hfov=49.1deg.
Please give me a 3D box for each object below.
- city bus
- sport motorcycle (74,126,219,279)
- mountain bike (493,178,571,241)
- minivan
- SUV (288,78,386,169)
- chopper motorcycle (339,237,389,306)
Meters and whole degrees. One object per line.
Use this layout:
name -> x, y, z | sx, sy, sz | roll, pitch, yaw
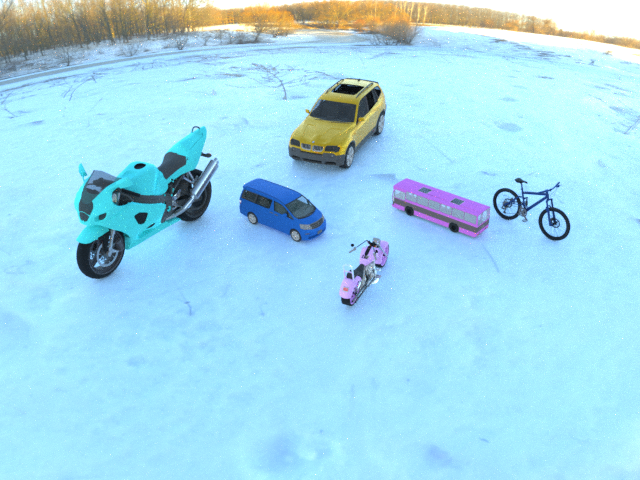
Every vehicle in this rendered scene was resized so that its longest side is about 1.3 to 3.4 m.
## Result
city bus -> 2.009, -0.540, 11.787 | 1.674, 0.460, 0.476 | 24, 38, 34
sport motorcycle -> -2.661, -0.628, 10.821 | 0.983, 1.596, 2.955 | 17, 35, 26
mountain bike -> 3.450, -0.563, 11.426 | 0.573, 0.868, 1.469 | -24, 38, -34
minivan -> -0.616, -0.511, 11.585 | 1.548, 0.616, 0.681 | 22, 37, 32
SUV -> 0.424, -2.479, 14.400 | 1.276, 1.128, 3.058 | 12, 33, 20
chopper motorcycle -> 0.669, 0.328, 10.027 | 0.466, 0.761, 1.563 | 14, 33, 22
